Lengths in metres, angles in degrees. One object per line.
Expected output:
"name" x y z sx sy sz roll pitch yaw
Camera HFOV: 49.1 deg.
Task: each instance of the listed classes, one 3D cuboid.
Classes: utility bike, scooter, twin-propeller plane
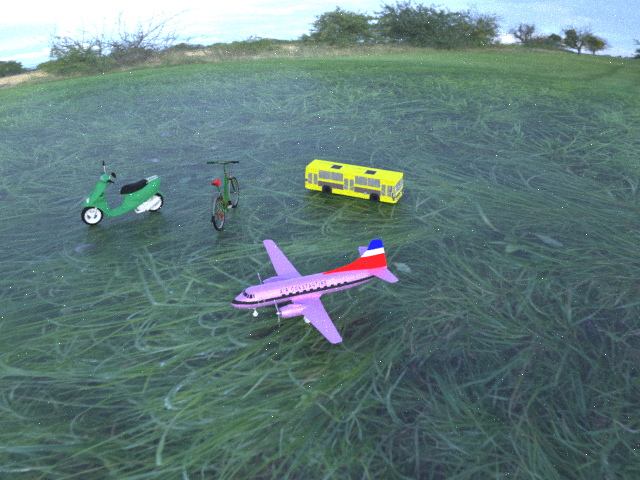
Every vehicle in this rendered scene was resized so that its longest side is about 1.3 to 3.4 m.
"utility bike" -1.576 -0.774 11.201 0.535 0.946 1.435 4 28 8
"scooter" -3.167 -0.774 11.231 1.399 0.919 0.662 -15 31 -27
"twin-propeller plane" -0.106 0.490 8.932 2.129 0.792 2.663 -10 29 -19

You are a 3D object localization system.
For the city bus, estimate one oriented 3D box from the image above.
"city bus" 0.585 -1.008 12.179 1.674 0.460 0.476 11 29 21
